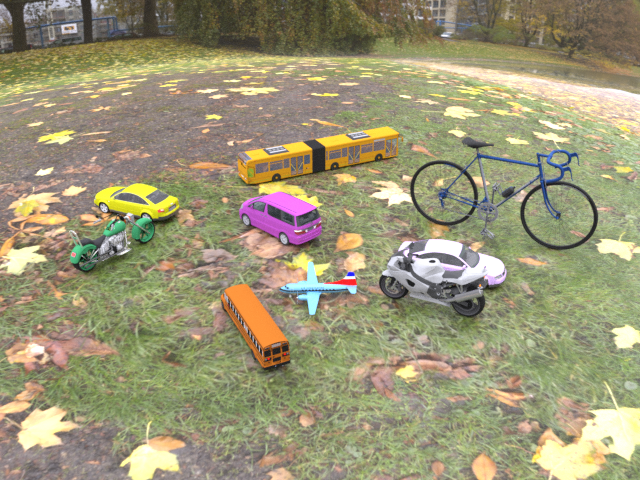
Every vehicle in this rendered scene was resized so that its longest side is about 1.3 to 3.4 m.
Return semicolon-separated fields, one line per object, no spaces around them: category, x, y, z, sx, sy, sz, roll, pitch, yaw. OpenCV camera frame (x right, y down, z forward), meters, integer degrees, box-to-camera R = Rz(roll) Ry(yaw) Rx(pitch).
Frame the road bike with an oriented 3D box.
road bike;2.865;-0.788;11.089;3.004;1.656;0.697;14;31;23

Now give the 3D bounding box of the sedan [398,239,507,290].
sedan;1.930;0.304;10.310;1.613;0.483;0.635;9;30;16

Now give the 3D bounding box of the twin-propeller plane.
twin-propeller plane;-0.027;0.626;9.798;1.095;0.407;1.370;-1;29;-1

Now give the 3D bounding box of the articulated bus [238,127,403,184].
articulated bus;0.047;-1.697;13.901;3.401;0.561;0.605;-14;31;-23

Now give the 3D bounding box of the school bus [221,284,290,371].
school bus;-0.877;1.039;9.012;0.365;0.434;1.708;-13;31;-22

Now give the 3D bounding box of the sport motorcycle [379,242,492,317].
sport motorcycle;1.530;0.560;9.487;1.520;0.821;0.506;12;31;21

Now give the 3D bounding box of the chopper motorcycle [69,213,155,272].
chopper motorcycle;-3.160;-0.076;10.718;0.466;0.761;1.563;18;33;30

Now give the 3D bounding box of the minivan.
minivan;-0.684;-0.433;11.525;1.548;0.616;0.681;25;38;38

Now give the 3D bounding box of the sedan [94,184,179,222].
sedan;-3.208;-0.705;12.161;1.613;0.483;0.635;13;31;22
